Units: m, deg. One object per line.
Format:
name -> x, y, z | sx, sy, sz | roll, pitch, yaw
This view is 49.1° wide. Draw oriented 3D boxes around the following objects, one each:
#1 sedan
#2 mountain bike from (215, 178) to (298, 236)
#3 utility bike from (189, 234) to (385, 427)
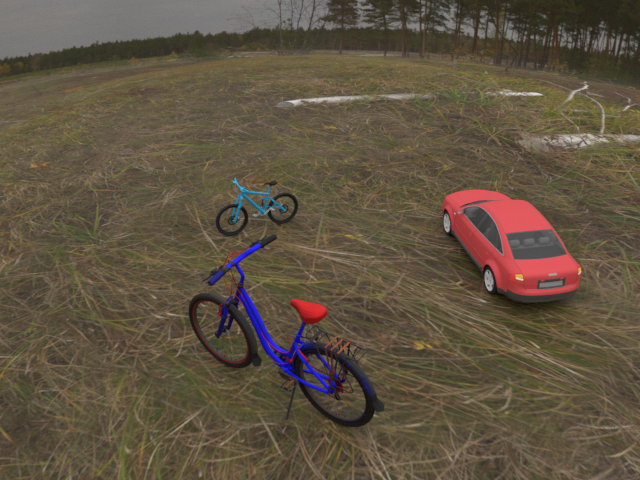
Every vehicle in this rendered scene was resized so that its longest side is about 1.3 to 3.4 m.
sedan -> 2.798, -0.129, 10.632 | 1.235, 0.940, 3.137 | -5, 29, -9
mountain bike -> -1.029, -0.566, 11.499 | 1.469, 0.868, 0.573 | -14, 32, -24
utility bike -> -0.535, 1.033, 7.596 | 2.791, 1.839, 1.039 | 20, 35, 31
